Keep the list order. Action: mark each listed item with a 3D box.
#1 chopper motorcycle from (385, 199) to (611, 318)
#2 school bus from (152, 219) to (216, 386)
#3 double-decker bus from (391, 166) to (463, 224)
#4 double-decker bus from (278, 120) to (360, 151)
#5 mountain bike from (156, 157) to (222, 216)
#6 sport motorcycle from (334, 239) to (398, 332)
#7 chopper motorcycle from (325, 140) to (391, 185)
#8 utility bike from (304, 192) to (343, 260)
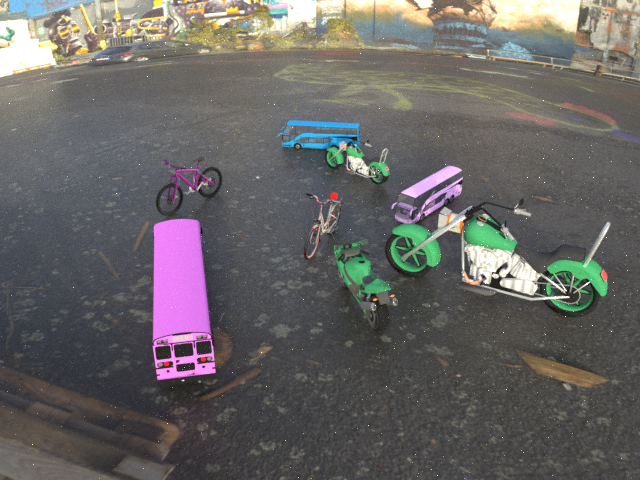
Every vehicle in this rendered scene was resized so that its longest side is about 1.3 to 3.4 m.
[{"bbox_3d":[2.336,0.113,9.483,3.040,1.480,0.906,15,33,25],"label":"chopper motorcycle"},{"bbox_3d":[-1.835,0.603,9.262,0.709,0.844,3.322,-6,30,-10],"label":"school bus"},{"bbox_3d":[1.871,-0.762,11.989,0.389,0.541,1.672,23,37,35],"label":"double-decker bus"},{"bbox_3d":[-0.009,-2.157,14.460,1.672,0.541,0.389,4,30,7],"label":"double-decker bus"},{"bbox_3d":[-2.248,-0.989,12.057,0.573,0.868,1.469,22,36,34],"label":"mountain bike"},{"bbox_3d":[0.562,0.567,9.348,0.506,0.821,1.520,-11,31,-18],"label":"sport motorcycle"},{"bbox_3d":[0.688,-1.550,13.161,0.466,0.761,1.563,-26,38,-38],"label":"chopper motorcycle"},{"bbox_3d":[0.110,-0.323,10.798,0.535,0.946,1.435,12,32,20],"label":"utility bike"}]
